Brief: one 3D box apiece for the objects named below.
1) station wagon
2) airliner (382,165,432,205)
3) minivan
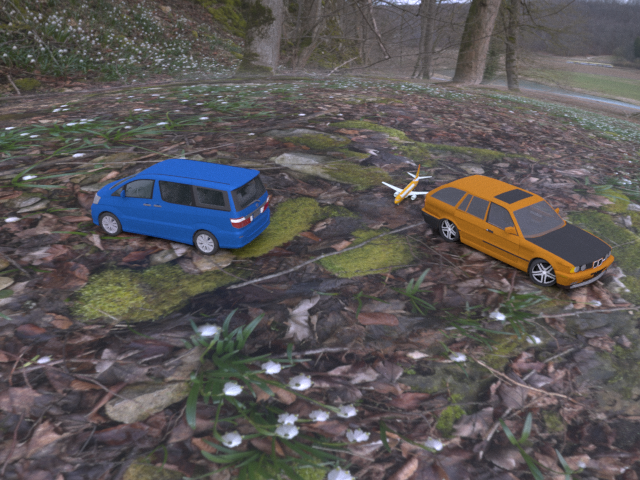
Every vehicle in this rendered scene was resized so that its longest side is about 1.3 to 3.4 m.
[{"bbox_3d":[3.037,-0.253,10.972,1.327,0.920,3.105,-18,31,-33],"label":"station wagon"},{"bbox_3d":[1.656,-1.032,13.136,1.161,0.429,1.307,12,29,24],"label":"airliner"},{"bbox_3d":[-2.351,-0.662,11.498,3.011,1.197,1.324,10,28,20],"label":"minivan"}]
